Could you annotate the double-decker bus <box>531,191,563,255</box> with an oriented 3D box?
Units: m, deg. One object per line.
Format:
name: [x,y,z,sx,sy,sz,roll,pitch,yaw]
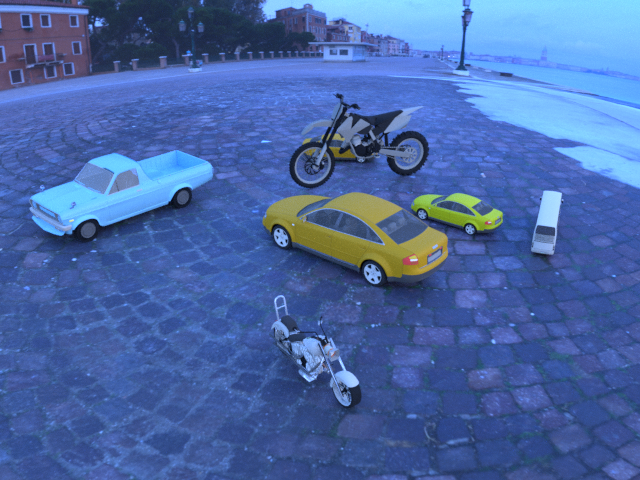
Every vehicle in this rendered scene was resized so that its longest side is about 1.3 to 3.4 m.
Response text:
double-decker bus: [3.699,-0.319,11.366,0.389,0.541,1.672,9,28,18]

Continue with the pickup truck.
pickup truck: [-3.371,-0.949,12.127,1.244,0.993,3.117,23,34,38]

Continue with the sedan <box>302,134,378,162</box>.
sedan: [0.414,-1.961,14.737,1.613,0.483,0.635,3,27,5]

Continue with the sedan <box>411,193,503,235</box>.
sedan: [2.296,-0.524,11.844,1.613,0.483,0.635,20,33,35]

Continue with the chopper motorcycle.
chopper motorcycle: [-0.070,1.252,7.955,0.466,0.761,1.563,-18,32,-32]

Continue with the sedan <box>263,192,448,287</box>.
sedan: [0.451,-0.206,10.690,3.137,0.940,1.235,21,33,35]

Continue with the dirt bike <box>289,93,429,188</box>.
dirt bike: [0.794,-1.878,13.240,2.903,1.666,1.024,-10,28,-19]
